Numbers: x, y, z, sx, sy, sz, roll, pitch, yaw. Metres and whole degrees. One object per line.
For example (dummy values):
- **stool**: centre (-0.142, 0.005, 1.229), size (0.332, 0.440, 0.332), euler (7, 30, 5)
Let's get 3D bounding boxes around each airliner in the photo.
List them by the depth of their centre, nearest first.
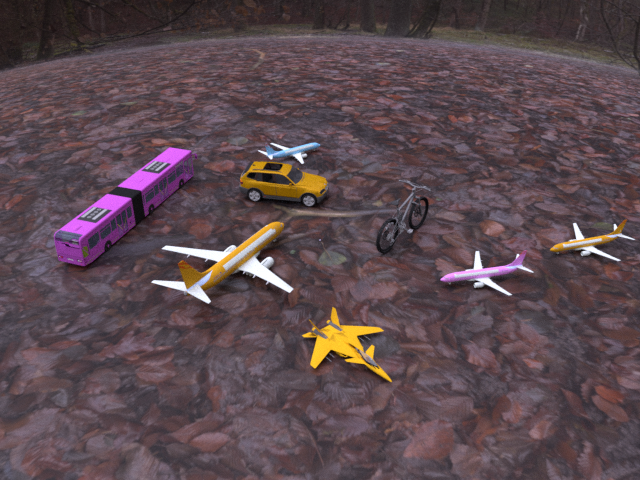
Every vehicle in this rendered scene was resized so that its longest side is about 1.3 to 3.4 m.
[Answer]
- **airliner**: centre (2.362, 0.399, 10.059), size (1.307, 0.429, 1.161), euler (-6, 32, -10)
- **airliner**: centre (-1.220, 0.114, 10.139), size (2.257, 0.835, 2.541), euler (17, 35, 25)
- **airliner**: centre (4.144, -0.042, 10.786), size (1.307, 0.429, 1.161), euler (-8, 32, -14)
- **airliner**: centre (-0.531, -1.826, 13.724), size (1.307, 0.429, 1.161), euler (-20, 36, -29)

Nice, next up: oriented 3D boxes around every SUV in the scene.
- **SUV**: centre (-0.631, -1.018, 12.248), size (1.572, 0.580, 0.656), euler (6, 32, 10)

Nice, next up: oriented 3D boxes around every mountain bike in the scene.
- **mountain bike**: centre (1.315, -0.381, 10.922), size (0.573, 0.868, 1.469), euler (22, 38, 32)

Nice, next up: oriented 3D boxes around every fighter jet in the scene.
- **fighter jet**: centre (0.421, 1.326, 8.671), size (1.147, 0.286, 1.358), euler (-23, 38, -33)

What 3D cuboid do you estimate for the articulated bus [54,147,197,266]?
- **articulated bus**: centre (-3.118, -0.654, 11.668), size (0.605, 0.561, 3.401), euler (11, 33, 17)
